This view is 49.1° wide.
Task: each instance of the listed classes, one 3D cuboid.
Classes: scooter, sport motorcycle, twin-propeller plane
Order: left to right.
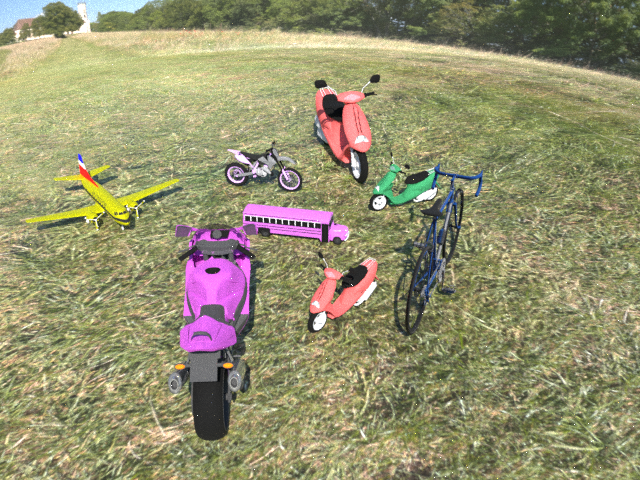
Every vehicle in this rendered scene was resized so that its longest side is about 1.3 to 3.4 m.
[{"bbox_3d":[-3.697,-0.810,11.863,2.663,0.792,2.129,-20,35,-31],"label":"twin-propeller plane"},{"bbox_3d":[-1.200,0.884,8.091,0.983,1.596,2.955,-2,30,-3],"label":"sport motorcycle"},{"bbox_3d":[0.423,-2.369,13.586,1.288,1.786,2.721,-9,31,-15],"label":"scooter"},{"bbox_3d":[0.325,0.597,9.275,0.662,0.919,1.399,24,38,36],"label":"scooter"},{"bbox_3d":[1.493,-1.008,12.081,1.399,0.919,0.662,-12,32,-19],"label":"scooter"}]

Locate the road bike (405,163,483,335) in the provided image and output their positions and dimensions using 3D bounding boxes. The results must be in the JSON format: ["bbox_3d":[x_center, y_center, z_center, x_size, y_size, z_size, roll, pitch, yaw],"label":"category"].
[{"bbox_3d":[1.631,0.006,9.565,0.697,1.656,3.004,12,32,19],"label":"road bike"}]

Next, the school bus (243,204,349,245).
[{"bbox_3d":[-0.382,-0.266,11.271,1.708,0.434,0.365,6,30,11],"label":"school bus"}]

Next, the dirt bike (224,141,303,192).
[{"bbox_3d":[-1.038,-1.321,12.690,1.493,0.857,0.527,7,31,12],"label":"dirt bike"}]
